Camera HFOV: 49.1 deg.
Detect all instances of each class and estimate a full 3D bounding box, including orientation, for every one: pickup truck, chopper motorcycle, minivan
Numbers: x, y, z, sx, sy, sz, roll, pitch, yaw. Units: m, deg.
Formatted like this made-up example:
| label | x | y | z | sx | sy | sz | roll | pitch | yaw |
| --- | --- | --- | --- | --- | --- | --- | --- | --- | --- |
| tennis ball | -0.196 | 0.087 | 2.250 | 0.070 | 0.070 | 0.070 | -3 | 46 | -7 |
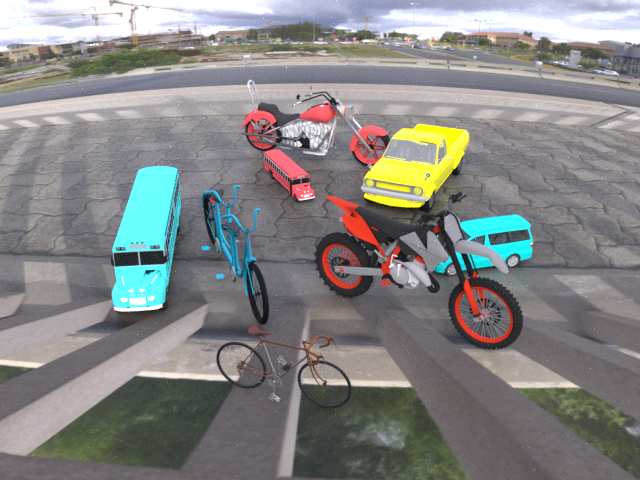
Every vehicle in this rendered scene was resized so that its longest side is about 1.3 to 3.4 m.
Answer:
| label | x | y | z | sx | sy | sz | roll | pitch | yaw |
| --- | --- | --- | --- | --- | --- | --- | --- | --- | --- |
| pickup truck | 1.809 | -1.491 | 12.703 | 1.244 | 0.993 | 3.117 | 12 | 29 | 22 |
| chopper motorcycle | -0.095 | -2.298 | 13.757 | 3.040 | 1.480 | 0.906 | 8 | 28 | 16 |
| minivan | 2.268 | 0.053 | 10.073 | 1.548 | 0.616 | 0.681 | -7 | 28 | -14 |

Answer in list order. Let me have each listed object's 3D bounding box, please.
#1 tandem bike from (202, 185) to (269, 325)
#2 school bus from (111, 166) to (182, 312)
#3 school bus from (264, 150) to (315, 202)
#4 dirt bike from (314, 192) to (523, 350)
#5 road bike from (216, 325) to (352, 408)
| label | x | y | z | sx | sy | sz | roll | pitch | yaw |
| --- | --- | --- | --- | --- | --- | --- | --- | --- | --- |
| tandem bike | -1.217 | -0.079 | 9.549 | 0.550 | 1.326 | 3.192 | -10 | 29 | -19 |
| school bus | -2.458 | -0.094 | 10.111 | 0.709 | 0.844 | 3.322 | -3 | 27 | -6 |
| school bus | -0.563 | -1.175 | 12.697 | 0.365 | 0.434 | 1.708 | -11 | 29 | -21 |
| dirt bike | 1.123 | 0.257 | 8.508 | 2.903 | 1.666 | 1.024 | 19 | 32 | 32 |
| road bike | -0.401 | 1.309 | 7.332 | 1.545 | 0.852 | 0.358 | 9 | 28 | 18 |
